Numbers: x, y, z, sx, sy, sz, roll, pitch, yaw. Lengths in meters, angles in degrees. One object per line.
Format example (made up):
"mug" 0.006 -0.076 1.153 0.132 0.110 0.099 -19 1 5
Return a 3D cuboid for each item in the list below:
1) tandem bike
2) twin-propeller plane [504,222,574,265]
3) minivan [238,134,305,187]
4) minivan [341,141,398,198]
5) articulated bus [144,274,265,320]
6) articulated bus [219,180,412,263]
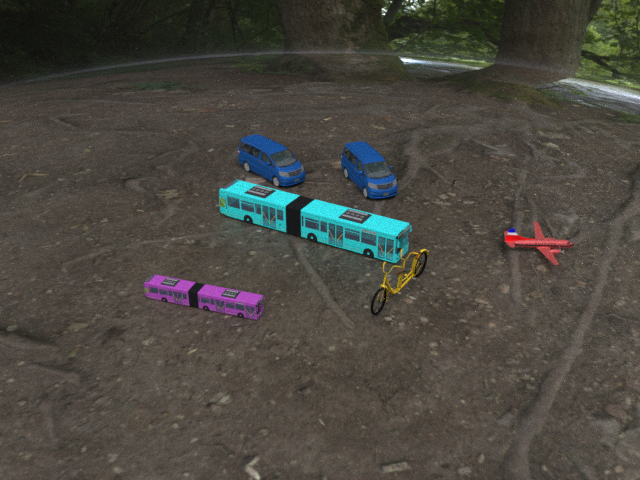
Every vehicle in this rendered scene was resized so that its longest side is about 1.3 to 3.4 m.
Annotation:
"tandem bike" 1.156 0.466 9.895 0.283 0.682 1.642 19 34 30
"twin-propeller plane" 3.454 0.008 10.998 1.095 0.407 1.370 1 29 2
"minivan" -0.941 -1.546 13.565 0.681 0.616 1.548 -23 37 -35
"minivan" 0.921 -1.319 13.159 0.681 0.616 1.548 -10 31 -18
"articulated bus" -1.613 0.787 9.725 1.749 0.289 0.311 9 31 16
"articulated bus" -0.151 -0.344 11.470 3.401 0.561 0.605 16 33 26
